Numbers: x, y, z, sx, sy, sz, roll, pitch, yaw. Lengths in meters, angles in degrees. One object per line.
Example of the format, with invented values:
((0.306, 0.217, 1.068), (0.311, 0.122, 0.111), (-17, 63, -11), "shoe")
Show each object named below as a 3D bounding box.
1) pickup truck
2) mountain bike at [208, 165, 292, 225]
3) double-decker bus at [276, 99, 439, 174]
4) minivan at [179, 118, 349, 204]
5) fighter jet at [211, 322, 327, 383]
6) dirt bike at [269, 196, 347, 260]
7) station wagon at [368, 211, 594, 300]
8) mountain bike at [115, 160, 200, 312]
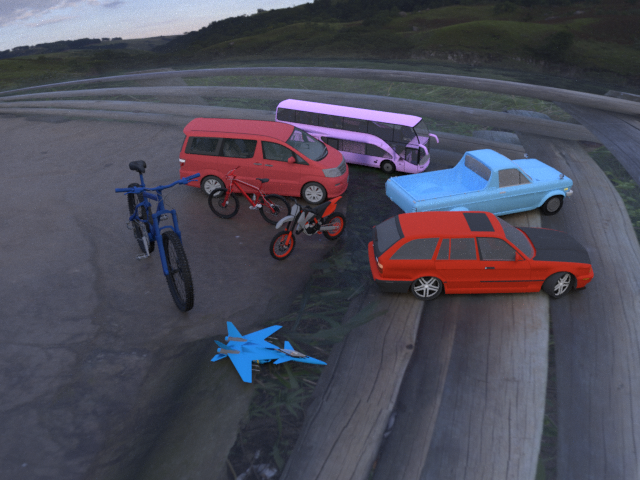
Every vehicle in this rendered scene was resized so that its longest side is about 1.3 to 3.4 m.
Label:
((2.703, -0.926, 11.812), (3.117, 0.993, 1.244), (-10, 30, -18), "pickup truck")
((-1.168, -0.694, 11.509), (1.469, 0.868, 0.573), (8, 29, 14), "mountain bike")
((0.669, -2.044, 13.846), (3.251, 1.052, 0.756), (12, 30, 22), "double-decker bus")
((-0.985, -1.473, 12.621), (3.011, 1.197, 1.324), (4, 28, 8), "minivan")
((-0.571, 1.304, 8.379), (1.358, 0.286, 1.147), (7, 29, 13), "fighter jet")
((-0.162, -0.238, 10.666), (1.493, 0.857, 0.527), (-22, 35, -35), "dirt bike")
((2.258, 0.142, 9.884), (3.105, 0.920, 1.327), (-1, 28, -1), "station wagon")
((-2.302, -0.221, 9.750), (1.114, 1.688, 2.857), (-14, 31, -24), "mountain bike")
